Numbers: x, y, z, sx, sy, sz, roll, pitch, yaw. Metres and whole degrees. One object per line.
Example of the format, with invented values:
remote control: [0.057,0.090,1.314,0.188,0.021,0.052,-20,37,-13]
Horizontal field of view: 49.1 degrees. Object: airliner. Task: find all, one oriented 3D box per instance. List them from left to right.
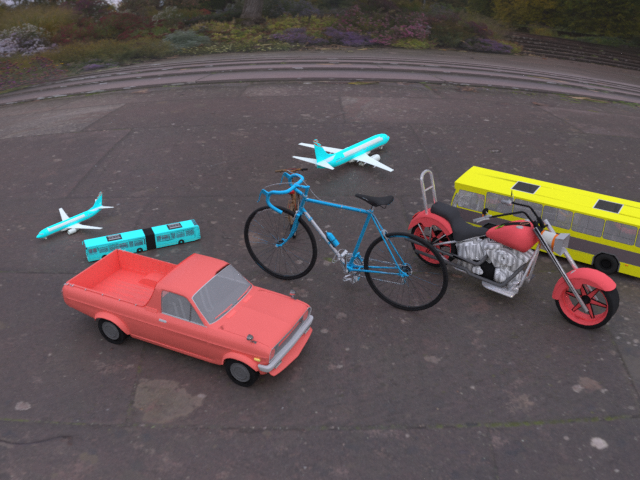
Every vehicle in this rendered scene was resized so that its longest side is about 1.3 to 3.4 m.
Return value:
airliner: [-4.042,-0.389,11.387,1.161,0.429,1.307,21,35,34]
airliner: [0.648,-1.893,13.730,2.257,0.835,2.541,21,35,34]

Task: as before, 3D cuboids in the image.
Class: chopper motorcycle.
chopper motorcycle: [2.522,0.085,9.415,3.040,1.480,0.906,22,35,34]

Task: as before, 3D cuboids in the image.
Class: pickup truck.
pickup truck: [-1.663,0.766,8.672,3.117,0.993,1.244,13,31,22]

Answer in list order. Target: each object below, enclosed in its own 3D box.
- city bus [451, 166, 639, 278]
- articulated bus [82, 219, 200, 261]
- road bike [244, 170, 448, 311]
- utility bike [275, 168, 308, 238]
city bus: [3.657,-0.261,10.666,3.255,0.894,0.926,17,33,28]
articulated bus: [-2.740,0.000,10.819,1.749,0.289,0.311,-12,31,-21]
road bike: [0.272,0.016,9.357,3.004,1.656,0.697,13,31,22]
utility bike: [-0.466,-0.660,11.347,0.535,0.946,1.435,1,29,2]
